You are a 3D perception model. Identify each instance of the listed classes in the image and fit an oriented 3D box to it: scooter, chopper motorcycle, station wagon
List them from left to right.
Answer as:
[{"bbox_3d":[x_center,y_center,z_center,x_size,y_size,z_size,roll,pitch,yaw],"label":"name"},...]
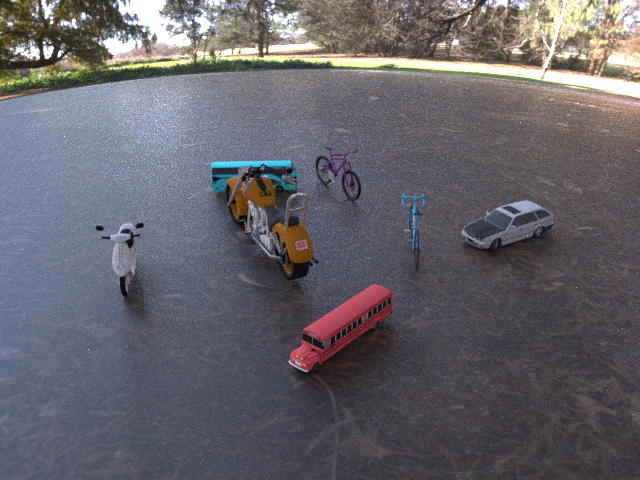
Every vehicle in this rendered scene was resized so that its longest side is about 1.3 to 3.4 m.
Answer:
[{"bbox_3d":[-2.827,0.119,10.132,0.662,0.919,1.399,-4,27,-8],"label":"scooter"},{"bbox_3d":[-0.871,-0.519,10.772,0.906,1.480,3.040,-12,29,-23],"label":"chopper motorcycle"},{"bbox_3d":[3.063,-0.274,11.402,1.597,0.473,0.682,-15,30,-27],"label":"station wagon"}]

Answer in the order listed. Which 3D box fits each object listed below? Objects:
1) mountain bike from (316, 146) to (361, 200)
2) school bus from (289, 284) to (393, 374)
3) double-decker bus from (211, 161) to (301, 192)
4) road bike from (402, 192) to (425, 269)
[{"bbox_3d":[0.321,-1.304,12.997,0.573,0.868,1.469,-16,31,-29],"label":"mountain bike"},{"bbox_3d":[0.283,1.090,8.751,0.365,0.434,1.708,21,34,35],"label":"school bus"},{"bbox_3d":[-1.204,-1.191,13.136,1.672,0.541,0.389,-1,27,-3],"label":"double-decker bus"},{"bbox_3d":[1.462,-0.196,10.827,0.358,0.852,1.545,1,27,2],"label":"road bike"}]
